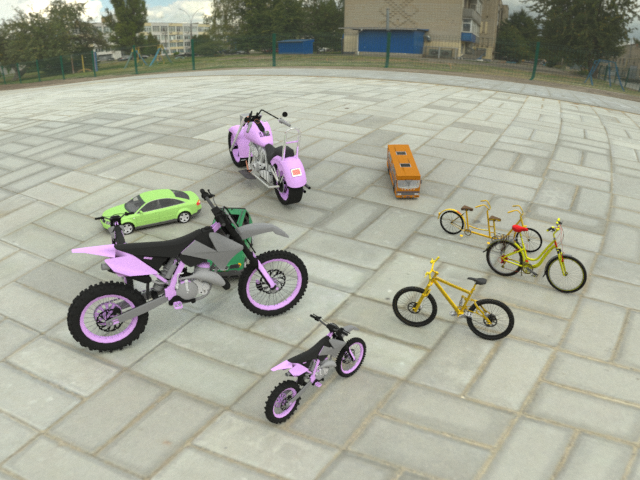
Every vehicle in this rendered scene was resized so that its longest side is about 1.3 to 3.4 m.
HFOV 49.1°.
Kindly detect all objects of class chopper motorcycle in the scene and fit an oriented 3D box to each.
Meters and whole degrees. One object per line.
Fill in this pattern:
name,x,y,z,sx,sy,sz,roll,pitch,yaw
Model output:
chopper motorcycle,-1.028,-1.675,12.500,0.906,1.480,3.040,-13,29,-24

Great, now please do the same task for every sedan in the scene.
sedan,-2.726,-0.510,11.298,1.613,0.483,0.635,-13,30,-24

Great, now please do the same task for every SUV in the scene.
SUV,-1.337,0.018,10.144,0.656,0.580,1.572,1,27,1

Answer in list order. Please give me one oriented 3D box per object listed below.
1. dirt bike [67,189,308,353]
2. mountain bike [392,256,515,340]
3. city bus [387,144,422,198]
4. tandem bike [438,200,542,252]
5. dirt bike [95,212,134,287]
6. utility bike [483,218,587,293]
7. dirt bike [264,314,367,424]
dirt bike,-1.509,0.376,8.230,2.903,1.666,1.024,-10,28,-19
mountain bike,1.593,0.744,8.387,1.469,0.868,0.573,8,28,16
city bus,1.511,-1.262,12.814,0.476,0.460,1.674,0,27,-1
tandem bike,2.560,-0.265,10.592,1.642,0.682,0.283,15,30,27
dirt bike,-2.764,0.099,9.677,0.527,0.857,1.493,-10,29,-19
utility bike,2.928,0.144,9.489,1.435,0.946,0.535,16,31,29
dirt bike,-0.019,1.291,7.315,0.527,0.857,1.493,24,35,38
